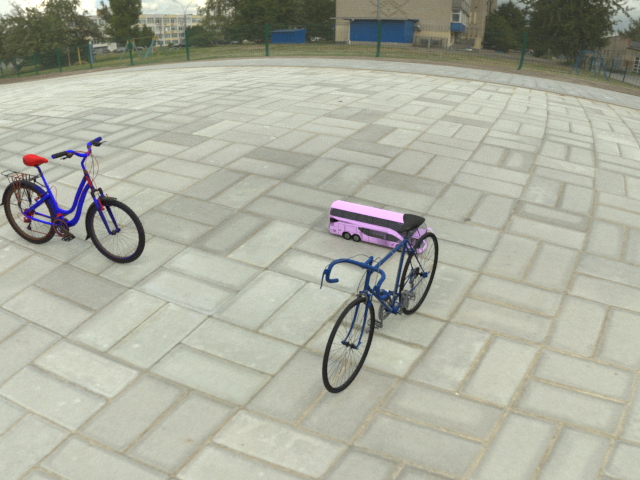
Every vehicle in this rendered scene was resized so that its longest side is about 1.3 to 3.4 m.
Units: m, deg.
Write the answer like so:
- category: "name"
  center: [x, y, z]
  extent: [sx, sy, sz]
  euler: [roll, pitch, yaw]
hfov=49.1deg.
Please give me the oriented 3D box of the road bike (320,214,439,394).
- category: "road bike"
  center: [0.840, 0.616, 8.619]
  extent: [0.697, 1.656, 3.004]
  euler: [17, 33, 28]

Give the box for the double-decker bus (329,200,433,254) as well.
- category: "double-decker bus"
  center: [0.948, -0.205, 11.241]
  extent: [1.672, 0.541, 0.389]
  euler: [13, 32, 23]

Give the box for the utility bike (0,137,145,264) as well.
- category: "utility bike"
  center: [-3.853, -0.679, 10.759]
  extent: [2.791, 1.839, 1.039]
  euler: [11, 31, 19]
